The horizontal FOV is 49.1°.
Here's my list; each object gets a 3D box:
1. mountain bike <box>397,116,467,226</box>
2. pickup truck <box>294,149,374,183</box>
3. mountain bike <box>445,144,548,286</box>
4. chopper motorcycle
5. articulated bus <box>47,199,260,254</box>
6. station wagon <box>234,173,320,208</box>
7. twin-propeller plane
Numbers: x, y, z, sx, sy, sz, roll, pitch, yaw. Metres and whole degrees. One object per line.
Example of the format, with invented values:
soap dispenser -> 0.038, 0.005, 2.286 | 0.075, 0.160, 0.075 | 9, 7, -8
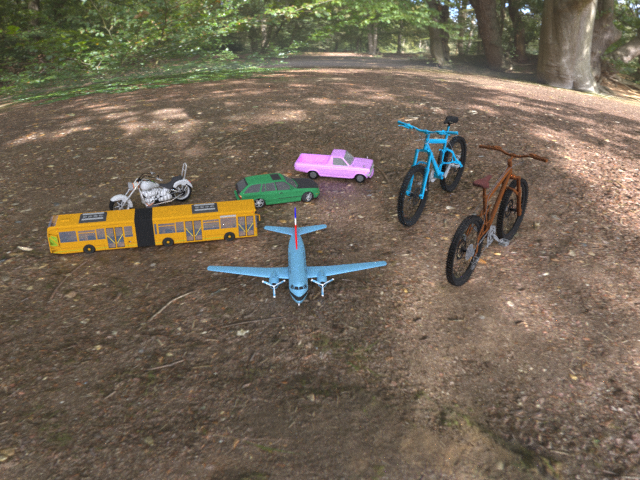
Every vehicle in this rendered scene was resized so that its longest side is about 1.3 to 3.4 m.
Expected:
mountain bike -> 2.092, -1.383, 12.675 | 1.114, 1.688, 2.857 | 16, 32, 28
pickup truck -> 0.297, -1.553, 14.268 | 1.603, 0.511, 0.640 | 5, 28, 10
mountain bike -> 2.685, -0.436, 10.864 | 1.114, 1.688, 2.857 | 19, 33, 32
chopper motorcycle -> -3.088, -0.921, 12.791 | 1.563, 0.761, 0.466 | -16, 31, -27
articulated bus -> -2.720, -0.228, 11.683 | 3.401, 0.561, 0.605 | -5, 28, -10
station wagon -> -0.801, -0.983, 13.219 | 1.597, 0.473, 0.682 | -8, 29, -14
twin-propeller plane -> -0.345, 0.240, 10.539 | 2.663, 0.792, 2.129 | -2, 28, -3
